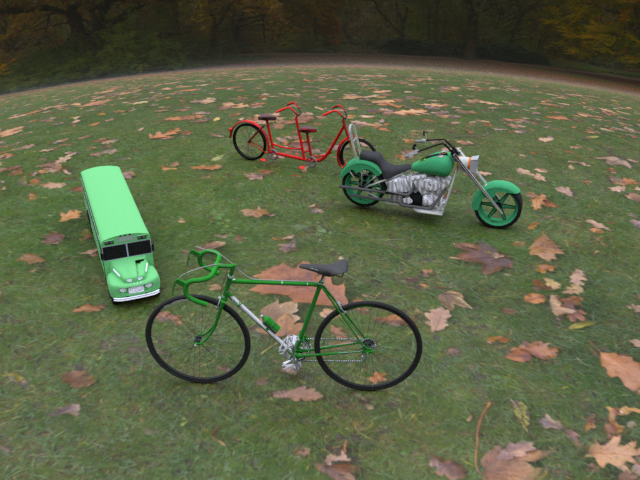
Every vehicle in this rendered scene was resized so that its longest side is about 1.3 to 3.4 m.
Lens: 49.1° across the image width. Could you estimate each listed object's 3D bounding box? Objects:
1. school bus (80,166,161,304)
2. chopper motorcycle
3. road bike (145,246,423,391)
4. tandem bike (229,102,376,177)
[{"bbox_3d":[-3.020,-0.163,10.424,0.709,0.844,3.322,-11,29,-20],"label":"school bus"},{"bbox_3d":[1.795,-1.053,11.471,3.040,1.480,0.906,9,28,17],"label":"chopper motorcycle"},{"bbox_3d":[-0.407,0.898,7.445,3.004,1.656,0.697,2,27,4],"label":"road bike"},{"bbox_3d":[-0.373,-2.010,13.520,3.192,1.326,0.550,11,29,21],"label":"tandem bike"}]
